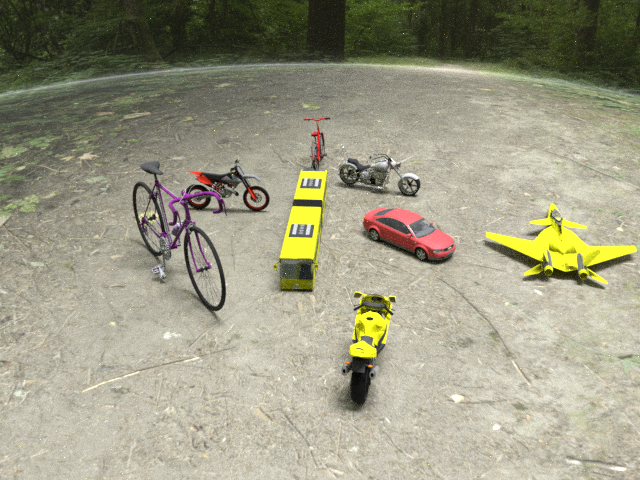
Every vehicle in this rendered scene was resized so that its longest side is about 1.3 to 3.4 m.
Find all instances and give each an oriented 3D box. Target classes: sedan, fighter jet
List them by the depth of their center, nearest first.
[{"bbox_3d":[3.757,-0.191,10.966,2.229,0.557,2.640,6,28,11],"label":"fighter jet"},{"bbox_3d":[1.391,-0.153,10.972,1.613,0.483,0.635,24,36,39],"label":"sedan"}]

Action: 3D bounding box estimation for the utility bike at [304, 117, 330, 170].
[{"bbox_3d":[-0.083,-1.934,13.920,0.535,0.946,1.435,4,28,7],"label":"utility bike"}]

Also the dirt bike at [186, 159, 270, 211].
[{"bbox_3d":[-1.608,-0.906,12.024,1.493,0.857,0.527,2,27,5],"label":"dirt bike"}]

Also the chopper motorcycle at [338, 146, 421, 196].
[{"bbox_3d":[1.080,-1.271,12.838,1.563,0.761,0.466,11,29,20],"label":"chopper motorcycle"}]

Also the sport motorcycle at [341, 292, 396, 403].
[{"bbox_3d":[0.557,1.174,8.033,0.506,0.821,1.520,6,28,11],"label":"sport motorcycle"}]

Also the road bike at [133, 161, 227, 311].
[{"bbox_3d":[-2.052,-0.186,9.759,0.696,1.656,3.004,-18,32,-31],"label":"road bike"}]

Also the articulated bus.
[{"bbox_3d":[-0.220,-0.278,11.130,0.605,0.561,3.401,2,27,3],"label":"articulated bus"}]
